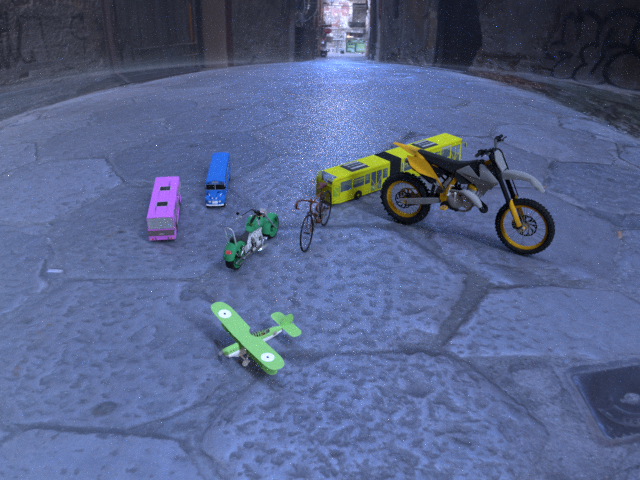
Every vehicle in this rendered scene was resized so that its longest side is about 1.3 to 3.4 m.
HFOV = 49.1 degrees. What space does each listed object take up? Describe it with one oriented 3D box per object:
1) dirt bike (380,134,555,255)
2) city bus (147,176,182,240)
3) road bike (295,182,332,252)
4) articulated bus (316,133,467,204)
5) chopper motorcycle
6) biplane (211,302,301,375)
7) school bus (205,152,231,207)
[{"bbox_3d":[2.253,-0.778,10.876,2.903,1.666,1.024,17,32,29],"label":"dirt bike"},{"bbox_3d":[-2.586,-0.528,11.697,0.476,0.460,1.674,-3,28,-6],"label":"city bus"},{"bbox_3d":[-0.054,-0.427,11.085,0.358,0.852,1.545,9,29,16],"label":"road bike"},{"bbox_3d":[1.396,-1.383,13.211,3.401,0.561,0.605,-20,34,-34],"label":"articulated bus"},{"bbox_3d":[-1.021,-0.137,10.631,0.466,0.761,1.563,11,30,20],"label":"chopper motorcycle"},{"bbox_3d":[-0.743,1.187,8.393,1.090,0.504,1.336,-21,34,-34],"label":"biplane"},{"bbox_3d":[-1.866,-1.110,12.828,0.365,0.434,1.708,-1,28,-3],"label":"school bus"}]
